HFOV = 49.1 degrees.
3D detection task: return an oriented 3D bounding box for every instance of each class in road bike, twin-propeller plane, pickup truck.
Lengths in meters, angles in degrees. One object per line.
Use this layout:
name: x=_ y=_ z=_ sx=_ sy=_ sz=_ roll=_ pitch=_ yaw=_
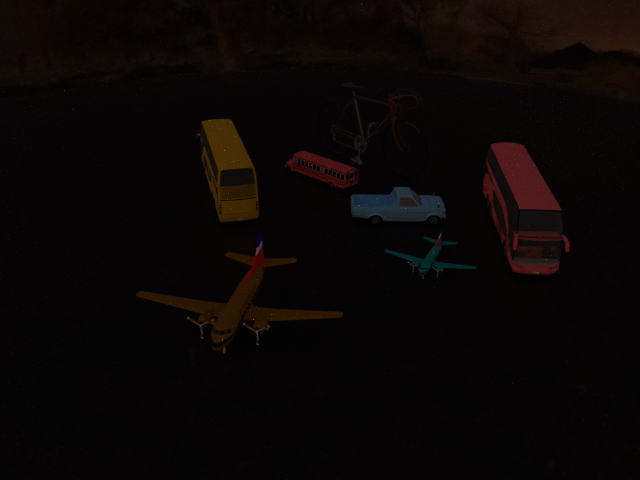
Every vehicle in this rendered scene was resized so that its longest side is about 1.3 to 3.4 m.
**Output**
road bike: x=0.976 y=-2.253 z=13.846 sx=0.697 sy=1.656 sz=3.004 roll=-23 pitch=34 yaw=-39
twin-propeller plane: x=-0.993 y=0.663 z=8.856 sx=2.663 sy=0.792 sz=2.129 roll=5 pitch=26 yaw=10
pickup truck: x=1.304 y=-0.590 z=11.742 sx=1.603 sy=0.511 sz=0.640 roll=0 pitch=26 yaw=0
twin-propeller plane: x=1.629 y=0.209 z=10.224 sx=1.370 sy=0.407 sz=1.095 roll=11 pitch=28 yaw=21

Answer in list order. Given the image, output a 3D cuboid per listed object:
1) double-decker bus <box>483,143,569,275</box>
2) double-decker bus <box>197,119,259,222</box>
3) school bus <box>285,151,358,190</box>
double-decker bus: x=3.147 y=-0.553 z=11.051 sx=0.756 sy=1.052 sz=3.251 roll=2 pitch=26 yaw=4
double-decker bus: x=-1.705 y=-1.354 z=12.693 sx=0.756 sy=1.052 sz=3.251 roll=-6 pitch=27 yaw=-13
school bus: x=-0.006 y=-1.354 z=13.396 sx=0.365 sy=0.434 sz=1.708 roll=-23 pitch=34 yaw=-39
